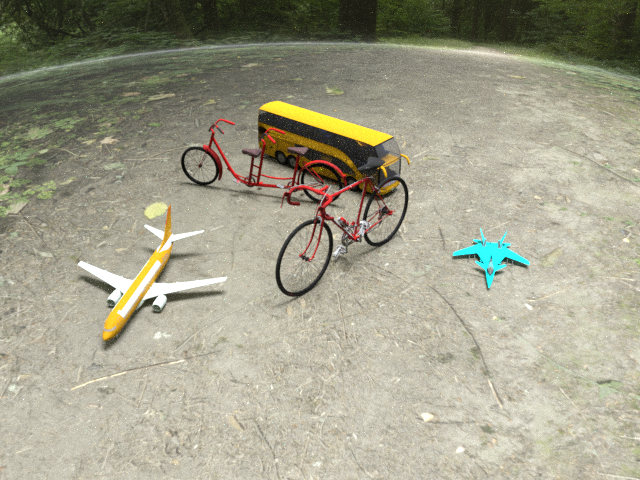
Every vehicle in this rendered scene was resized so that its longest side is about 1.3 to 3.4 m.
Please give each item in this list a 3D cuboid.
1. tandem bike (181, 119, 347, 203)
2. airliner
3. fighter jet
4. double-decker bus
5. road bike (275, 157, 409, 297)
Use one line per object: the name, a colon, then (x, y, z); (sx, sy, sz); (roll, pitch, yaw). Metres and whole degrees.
tandem bike: (-1.058, -1.399, 12.421); (3.192, 1.326, 0.550); (9, 32, 15)
airliner: (-2.495, 0.430, 9.810); (2.257, 0.835, 2.541); (6, 31, 9)
fighter jet: (2.596, 0.277, 10.608); (1.147, 0.286, 1.358); (7, 31, 12)
double-decker bus: (0.155, -1.759, 13.298); (3.251, 1.052, 0.756); (24, 38, 34)
road bike: (0.415, -0.306, 10.249); (0.697, 1.656, 3.004); (25, 39, 35)
